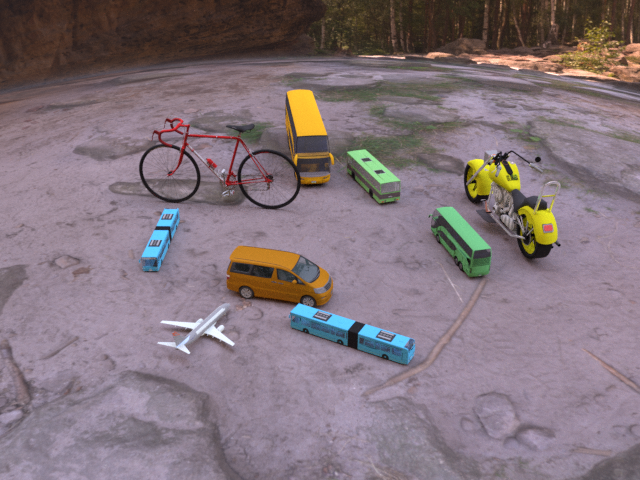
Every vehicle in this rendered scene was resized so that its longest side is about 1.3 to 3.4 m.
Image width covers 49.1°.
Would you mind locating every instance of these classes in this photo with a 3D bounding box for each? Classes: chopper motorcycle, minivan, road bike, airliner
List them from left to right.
[{"bbox_3d":[-1.570,1.086,9.359,1.161,0.429,1.307,13,32,23],"label":"airliner"},{"bbox_3d":[-1.826,-1.360,12.524,3.004,1.656,0.696,4,29,7],"label":"road bike"},{"bbox_3d":[-0.576,0.514,10.204,1.548,0.616,0.681,7,30,13],"label":"minivan"},{"bbox_3d":[3.152,-0.857,11.796,0.906,1.480,3.040,-6,29,-10],"label":"chopper motorcycle"}]

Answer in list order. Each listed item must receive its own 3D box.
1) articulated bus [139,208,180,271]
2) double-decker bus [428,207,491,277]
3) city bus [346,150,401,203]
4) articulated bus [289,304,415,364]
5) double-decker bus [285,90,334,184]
[{"bbox_3d":[-2.609,-0.033,11.534,0.311,0.289,1.749,1,29,1],"label":"articulated bus"},{"bbox_3d":[2.230,-0.015,11.240,0.389,0.541,1.672,-7,30,-12],"label":"double-decker bus"},{"bbox_3d":[1.008,-1.226,13.520,0.476,0.460,1.674,-10,30,-17],"label":"city bus"},{"bbox_3d":[0.397,1.227,9.248,1.749,0.289,0.311,15,32,25],"label":"articulated bus"},{"bbox_3d":[-0.291,-2.181,14.638,0.756,1.052,3.251,-3,29,-6],"label":"double-decker bus"}]
